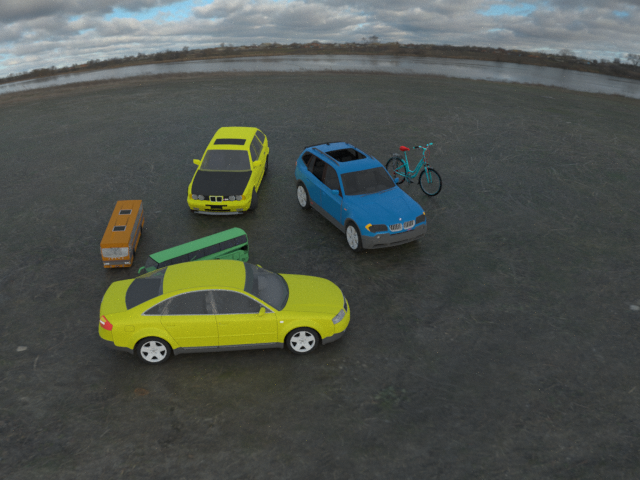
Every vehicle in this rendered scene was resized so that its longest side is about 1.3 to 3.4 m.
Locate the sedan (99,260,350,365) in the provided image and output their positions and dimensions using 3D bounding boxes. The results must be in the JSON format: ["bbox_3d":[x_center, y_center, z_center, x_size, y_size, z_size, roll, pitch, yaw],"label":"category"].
[{"bbox_3d":[-1.182,0.797,8.844,3.137,0.940,1.235,-3,26,-6],"label":"sedan"}]

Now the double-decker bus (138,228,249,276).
[{"bbox_3d":[-1.818,0.303,10.296,1.672,0.541,0.389,-20,33,-35],"label":"double-decker bus"}]

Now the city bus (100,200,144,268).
[{"bbox_3d":[-3.140,-0.107,11.219,0.476,0.460,1.674,-3,26,-5],"label":"city bus"}]

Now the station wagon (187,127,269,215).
[{"bbox_3d":[-1.706,-1.425,13.366,1.327,0.920,3.105,1,26,3],"label":"station wagon"}]

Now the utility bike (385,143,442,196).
[{"bbox_3d":[1.802,-1.421,13.331,0.535,0.946,1.435,-22,34,-38],"label":"utility bike"}]

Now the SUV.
[{"bbox_3d":[0.603,-0.837,11.941,1.276,1.128,3.058,-12,29,-24],"label":"SUV"}]
